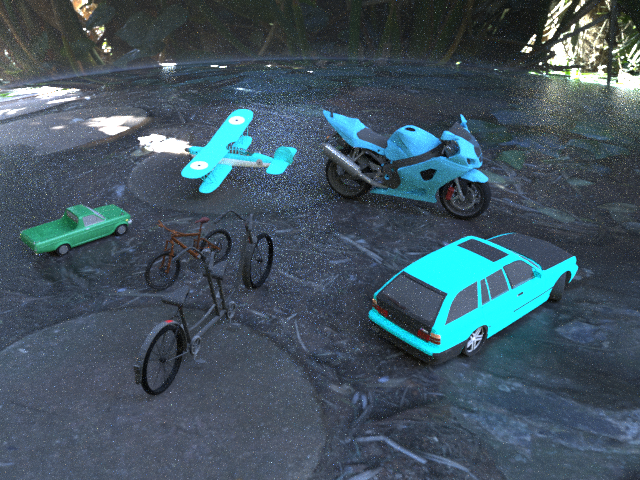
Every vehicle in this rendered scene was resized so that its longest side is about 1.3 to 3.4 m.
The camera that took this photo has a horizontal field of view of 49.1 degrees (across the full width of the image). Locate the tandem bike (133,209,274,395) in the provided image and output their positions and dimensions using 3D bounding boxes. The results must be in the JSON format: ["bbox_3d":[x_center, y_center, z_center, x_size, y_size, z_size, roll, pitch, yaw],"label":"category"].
[{"bbox_3d":[-1.278,0.564,8.377,0.550,1.326,3.192,11,30,20],"label":"tandem bike"}]

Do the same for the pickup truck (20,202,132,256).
[{"bbox_3d":[-3.725,-0.215,10.742,1.603,0.511,0.640,-23,36,-37],"label":"pickup truck"}]

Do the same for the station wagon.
[{"bbox_3d":[2.074,0.496,8.943,3.105,0.920,1.327,-22,35,-35],"label":"station wagon"}]

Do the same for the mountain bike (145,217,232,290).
[{"bbox_3d":[-1.815,0.124,9.710,0.573,0.868,1.469,24,36,38],"label":"mountain bike"}]

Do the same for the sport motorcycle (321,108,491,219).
[{"bbox_3d":[1.397,-1.276,11.595,2.955,1.596,0.983,12,30,22],"label":"sport motorcycle"}]

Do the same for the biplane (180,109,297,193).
[{"bbox_3d":[-1.506,-1.490,12.666,2.120,0.981,2.598,8,29,14],"label":"biplane"}]
